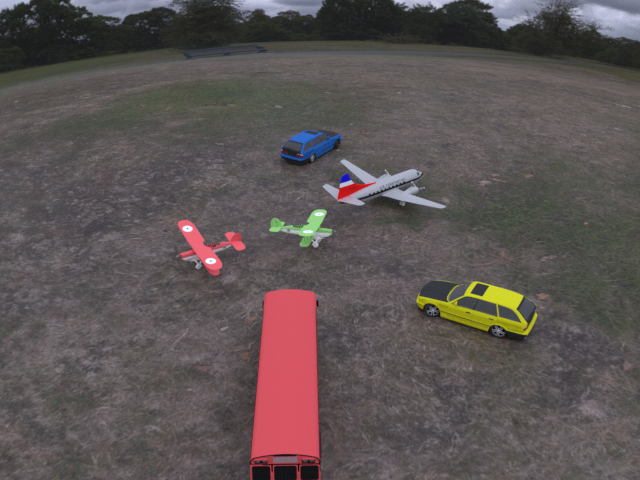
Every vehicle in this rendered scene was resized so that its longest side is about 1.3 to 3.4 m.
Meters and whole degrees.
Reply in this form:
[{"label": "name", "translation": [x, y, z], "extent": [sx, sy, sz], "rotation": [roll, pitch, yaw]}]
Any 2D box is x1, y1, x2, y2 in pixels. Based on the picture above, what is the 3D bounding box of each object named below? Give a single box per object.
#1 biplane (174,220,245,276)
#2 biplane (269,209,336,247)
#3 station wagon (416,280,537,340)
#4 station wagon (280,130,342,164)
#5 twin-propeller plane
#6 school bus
[{"label": "biplane", "translation": [-1.694, 0.146, 10.777], "extent": [1.090, 0.504, 1.336], "rotation": [-16, 33, -27]}, {"label": "biplane", "translation": [-0.266, -0.174, 11.350], "extent": [1.090, 0.504, 1.336], "rotation": [6, 30, 10]}, {"label": "station wagon", "translation": [2.118, 0.857, 9.536], "extent": [1.597, 0.473, 0.682], "rotation": [16, 33, 26]}, {"label": "station wagon", "translation": [-0.156, -2.056, 14.747], "extent": [0.682, 0.473, 1.597], "rotation": [18, 34, 29]}, {"label": "twin-propeller plane", "translation": [1.122, -1.044, 12.612], "extent": [2.129, 0.792, 2.663], "rotation": [-22, 36, -33]}, {"label": "school bus", "translation": [-0.351, 1.520, 7.971], "extent": [0.709, 0.844, 3.322], "rotation": [-1, 29, -1]}]
